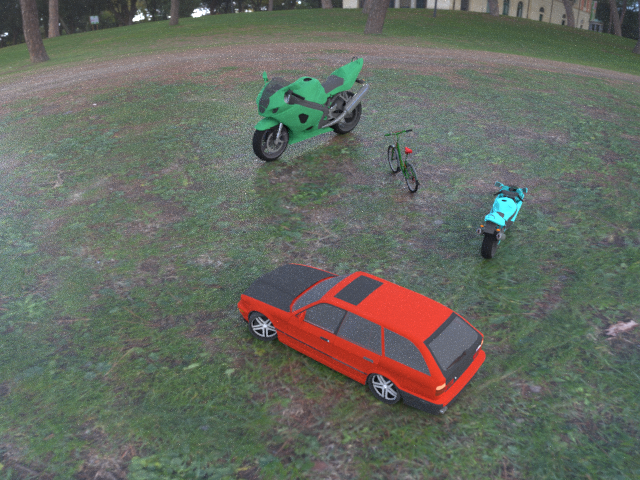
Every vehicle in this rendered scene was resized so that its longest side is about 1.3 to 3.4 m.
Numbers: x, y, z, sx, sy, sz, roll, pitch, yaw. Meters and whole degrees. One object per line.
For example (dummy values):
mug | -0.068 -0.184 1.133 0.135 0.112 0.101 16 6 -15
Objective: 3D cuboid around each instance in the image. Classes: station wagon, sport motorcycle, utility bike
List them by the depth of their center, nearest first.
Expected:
station wagon | 0.404 0.946 8.487 3.105 0.920 1.327 21 37 32
sport motorcycle | 2.777 -0.323 10.736 0.506 0.821 1.520 15 34 24
utility bike | 1.440 -1.448 12.522 0.535 0.946 1.435 -9 32 -14
sport motorcycle | -0.190 -2.615 13.862 2.955 1.596 0.983 -26 40 -37
